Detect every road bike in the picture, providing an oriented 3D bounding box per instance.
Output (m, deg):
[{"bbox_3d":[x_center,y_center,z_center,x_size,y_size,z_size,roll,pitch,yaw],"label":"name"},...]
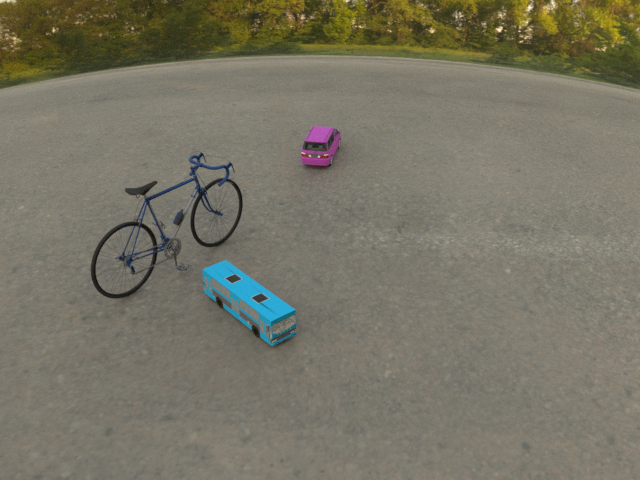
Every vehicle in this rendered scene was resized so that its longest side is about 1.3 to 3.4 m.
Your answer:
[{"bbox_3d":[-2.215,-0.288,10.517,0.696,1.656,3.004,21,36,32],"label":"road bike"}]

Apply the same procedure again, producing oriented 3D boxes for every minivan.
[{"bbox_3d":[0.041,-2.045,14.642,0.681,0.616,1.548,6,30,10],"label":"minivan"}]

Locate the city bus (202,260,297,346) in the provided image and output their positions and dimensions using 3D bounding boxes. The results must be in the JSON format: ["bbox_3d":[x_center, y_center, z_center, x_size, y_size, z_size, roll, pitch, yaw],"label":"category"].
[{"bbox_3d":[-1.003,0.863,9.707,0.476,0.460,1.674,-23,37,-34],"label":"city bus"}]
